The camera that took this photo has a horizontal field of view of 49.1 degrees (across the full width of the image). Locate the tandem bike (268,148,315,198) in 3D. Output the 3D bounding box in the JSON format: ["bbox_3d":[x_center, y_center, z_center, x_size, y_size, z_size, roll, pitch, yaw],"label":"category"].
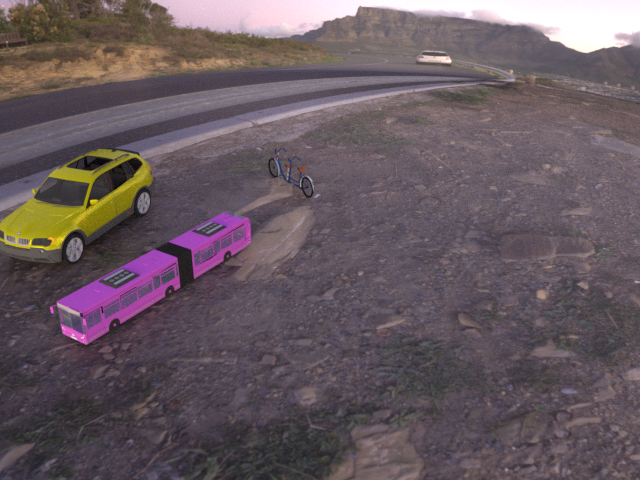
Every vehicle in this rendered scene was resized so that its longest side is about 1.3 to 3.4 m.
[{"bbox_3d":[-0.570,-1.325,13.393,0.283,0.682,1.642,-17,32,-30],"label":"tandem bike"}]

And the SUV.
[{"bbox_3d":[-3.959,-0.652,11.573,1.276,1.128,3.058,10,28,18],"label":"SUV"}]

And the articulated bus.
[{"bbox_3d":[-2.235,0.433,10.059,0.605,0.561,3.401,17,31,29],"label":"articulated bus"}]
